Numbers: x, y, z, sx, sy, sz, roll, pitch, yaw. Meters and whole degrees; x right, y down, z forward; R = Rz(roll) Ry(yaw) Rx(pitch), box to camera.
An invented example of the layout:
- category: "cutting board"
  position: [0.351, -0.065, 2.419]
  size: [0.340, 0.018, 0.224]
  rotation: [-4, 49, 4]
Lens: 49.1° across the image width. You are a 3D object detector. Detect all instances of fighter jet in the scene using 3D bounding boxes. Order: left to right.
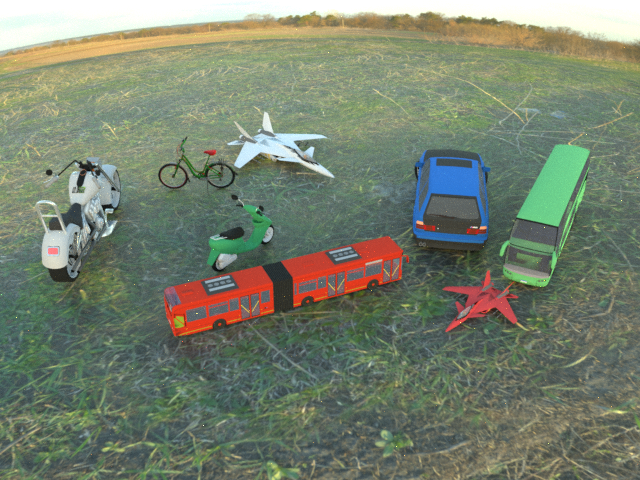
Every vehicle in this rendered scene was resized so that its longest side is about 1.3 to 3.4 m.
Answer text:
- category: "fighter jet"
  position: [-0.608, -1.808, 13.679]
  size: [2.229, 0.557, 2.640]
  rotation: [-25, 39, -35]
- category: "fighter jet"
  position: [2.106, 0.867, 9.514]
  size: [1.147, 0.286, 1.358]
  rotation: [26, 40, 36]

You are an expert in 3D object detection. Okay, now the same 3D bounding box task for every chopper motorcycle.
- category: "chopper motorcycle"
  position: [-3.622, -0.589, 10.770]
  size: [0.906, 1.480, 3.040]
  rotation: [0, 31, 0]

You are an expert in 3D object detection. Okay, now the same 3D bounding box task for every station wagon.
- category: "station wagon"
  position: [2.232, -0.926, 11.868]
  size: [1.327, 0.920, 3.105]
  rotation: [5, 31, 8]

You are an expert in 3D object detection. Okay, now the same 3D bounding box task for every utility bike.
- category: "utility bike"
  position: [-2.192, -1.305, 12.471]
  size: [1.435, 0.946, 0.535]
  rotation: [-1, 31, -2]

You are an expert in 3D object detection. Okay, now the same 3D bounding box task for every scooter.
- category: "scooter"
  position: [-1.180, -0.130, 10.553]
  size: [0.662, 0.919, 1.399]
  rotation: [23, 38, 32]

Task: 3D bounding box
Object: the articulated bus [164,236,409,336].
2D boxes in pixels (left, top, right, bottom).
- category: "articulated bus"
  position: [-0.410, 0.605, 9.683]
  size: [3.401, 0.561, 0.605]
  rotation: [-13, 33, -20]

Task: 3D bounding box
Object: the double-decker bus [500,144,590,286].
- category: "double-decker bus"
  position: [3.588, -0.437, 10.931]
  size: [0.756, 1.052, 3.251]
  rotation: [15, 34, 23]
